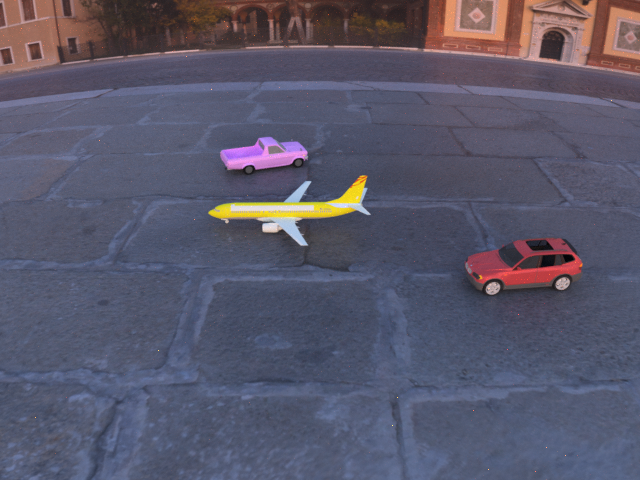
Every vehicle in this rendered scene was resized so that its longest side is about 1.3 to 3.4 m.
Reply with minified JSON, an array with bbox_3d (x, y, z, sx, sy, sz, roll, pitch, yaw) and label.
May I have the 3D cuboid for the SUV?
[{"bbox_3d":[2.758,0.320,9.504,1.572,0.580,0.656,-3,29,-6],"label":"SUV"}]

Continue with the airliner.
[{"bbox_3d":[-0.499,-0.630,10.971,2.541,0.835,2.257,0,29,1],"label":"airliner"}]

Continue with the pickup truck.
[{"bbox_3d":[-1.042,-1.618,13.108,1.603,0.511,0.640,-10,30,-18],"label":"pickup truck"}]
